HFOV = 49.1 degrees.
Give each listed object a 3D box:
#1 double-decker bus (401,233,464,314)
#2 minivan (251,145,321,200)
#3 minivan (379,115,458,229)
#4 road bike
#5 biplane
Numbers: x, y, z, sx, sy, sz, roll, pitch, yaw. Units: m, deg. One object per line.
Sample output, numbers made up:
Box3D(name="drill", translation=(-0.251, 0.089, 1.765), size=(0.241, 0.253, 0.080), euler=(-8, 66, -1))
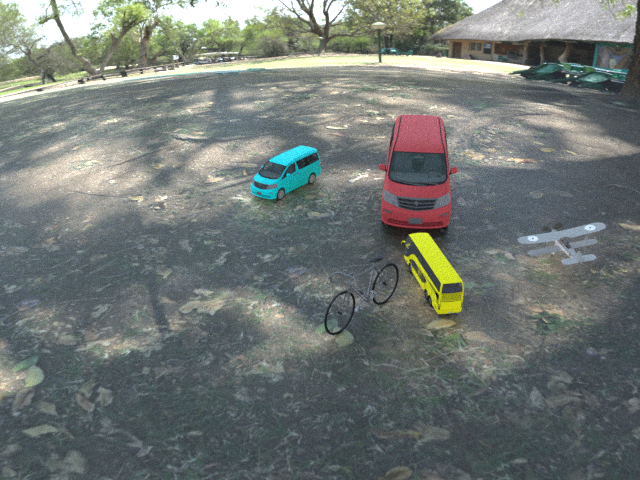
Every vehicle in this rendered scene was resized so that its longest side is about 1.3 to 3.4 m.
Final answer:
Box3D(name="double-decker bus", translation=(1.565, 0.420, 9.850), size=(0.389, 0.541, 1.672), euler=(-5, 27, -9))
Box3D(name="minivan", translation=(-0.635, -1.263, 13.068), size=(0.681, 0.616, 1.548), euler=(19, 32, 32))
Box3D(name="minivan", translation=(1.728, -1.258, 12.419), size=(1.324, 1.197, 3.011), euler=(3, 27, 7))
Box3D(name="road bike", translation=(0.568, 0.644, 9.068), size=(0.358, 0.852, 1.545), euler=(22, 34, 36))
Box3D(name="biplane", translation=(3.678, 0.097, 10.524), size=(1.336, 0.504, 1.090), euler=(-3, 27, -6))
